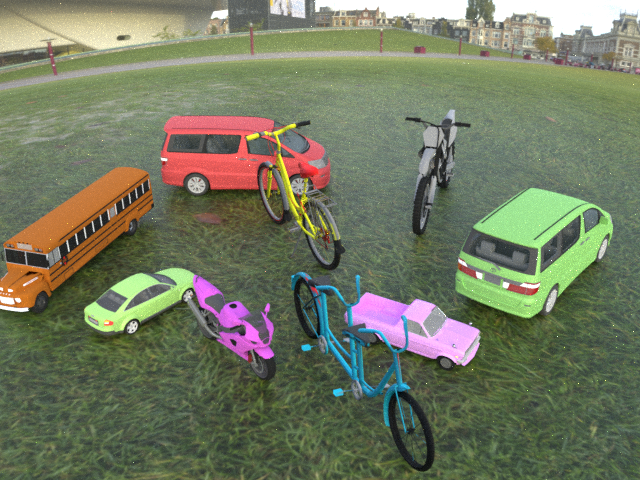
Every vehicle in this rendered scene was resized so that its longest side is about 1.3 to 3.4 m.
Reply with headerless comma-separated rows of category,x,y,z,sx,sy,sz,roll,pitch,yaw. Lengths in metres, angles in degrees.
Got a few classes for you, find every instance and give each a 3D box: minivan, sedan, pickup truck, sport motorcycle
minivan,-1.314,-1.555,12.609,3.011,1.197,1.324,1,28,1
minivan,3.080,-0.030,9.689,1.324,1.197,3.011,21,34,35
sedan,-2.267,0.706,9.052,0.635,0.483,1.613,20,34,34
pickup truck,1.104,1.018,8.425,1.603,0.511,0.640,16,32,28
sport motorcycle,-1.009,1.006,8.112,0.506,0.821,1.520,-22,35,-36

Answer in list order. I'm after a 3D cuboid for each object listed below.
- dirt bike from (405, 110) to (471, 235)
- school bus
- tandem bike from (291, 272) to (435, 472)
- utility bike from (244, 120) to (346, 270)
dirt bike,1.945,-1.282,11.580,1.024,1.666,2.903,9,29,17
school bus,-3.528,-0.088,10.182,0.709,0.844,3.322,8,29,14
tandem bike,0.344,1.059,7.466,0.550,1.326,3.192,-12,30,-22
utility bike,-0.443,-0.709,10.296,1.039,1.839,2.791,-14,31,-25
